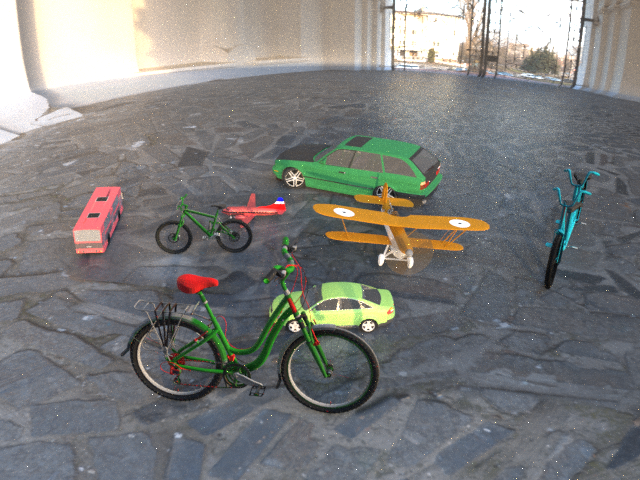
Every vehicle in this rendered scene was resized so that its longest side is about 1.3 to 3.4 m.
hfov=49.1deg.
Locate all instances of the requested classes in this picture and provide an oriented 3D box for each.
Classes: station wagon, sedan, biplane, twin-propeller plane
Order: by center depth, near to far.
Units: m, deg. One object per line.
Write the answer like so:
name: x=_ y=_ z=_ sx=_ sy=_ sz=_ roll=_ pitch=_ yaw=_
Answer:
sedan: x=0.154 y=0.828 z=8.981 sx=1.613 sy=0.483 sz=0.635 roll=0 pitch=27 yaw=-1
biplane: x=1.159 y=-0.228 z=10.507 sx=2.598 sy=0.981 sz=2.120 roll=-3 pitch=27 yaw=-6
twin-propeller plane: x=-1.116 y=-0.535 z=11.742 sx=1.095 sy=0.407 sz=1.370 roll=1 pitch=27 yaw=2
station wagon: x=0.639 y=-1.396 z=12.867 sx=3.105 sy=0.920 sz=1.327 roll=12 pitch=29 yaw=22

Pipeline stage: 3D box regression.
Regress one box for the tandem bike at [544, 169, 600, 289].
tandem bike: x=3.770 y=-0.423 z=10.511 sx=0.550 sy=1.326 sz=3.192 roll=13 pitch=30 yaw=24

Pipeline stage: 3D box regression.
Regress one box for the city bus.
city bus: x=-3.539 y=-0.324 z=11.270 sx=0.476 sy=0.460 sz=1.674 roll=-2 pitch=27 yaw=-4

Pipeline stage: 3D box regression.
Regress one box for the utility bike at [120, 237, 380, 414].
utility bike: x=-0.754 y=0.917 z=7.313 sx=2.791 sy=1.839 sz=1.039 roll=3 pitch=27 yaw=7

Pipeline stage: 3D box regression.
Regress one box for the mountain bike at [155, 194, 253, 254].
mountain bike: x=-1.759 y=-0.189 z=10.556 sx=1.469 sy=0.868 sz=0.573 roll=-1 pitch=27 yaw=-2
